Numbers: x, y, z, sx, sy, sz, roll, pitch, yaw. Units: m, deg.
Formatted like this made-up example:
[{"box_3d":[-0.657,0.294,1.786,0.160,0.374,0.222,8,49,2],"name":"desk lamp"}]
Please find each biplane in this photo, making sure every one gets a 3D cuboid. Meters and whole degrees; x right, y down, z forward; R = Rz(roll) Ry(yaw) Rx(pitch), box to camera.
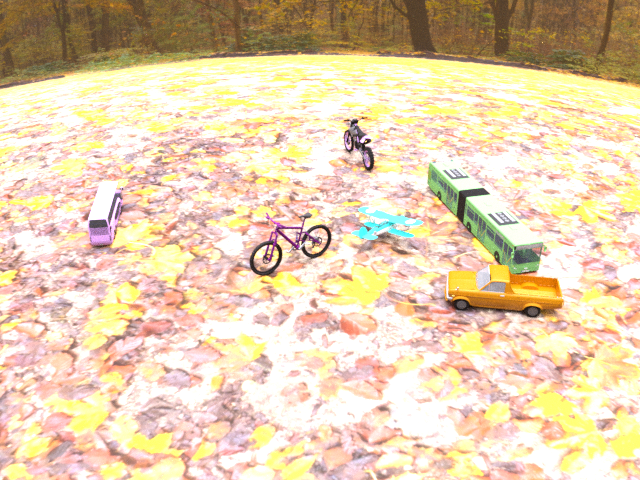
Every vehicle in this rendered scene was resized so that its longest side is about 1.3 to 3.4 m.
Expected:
[{"box_3d":[1.011,-0.214,11.370,1.090,0.504,1.336,-23,37,-36],"name":"biplane"}]

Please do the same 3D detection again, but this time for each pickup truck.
[{"box_3d":[2.560,0.666,9.773,1.603,0.511,0.640,5,29,8],"name":"pickup truck"}]

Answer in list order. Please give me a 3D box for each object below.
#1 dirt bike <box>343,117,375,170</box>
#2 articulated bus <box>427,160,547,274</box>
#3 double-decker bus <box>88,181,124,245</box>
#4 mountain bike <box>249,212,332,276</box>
[{"box_3d":[0.779,-2.026,14.282,0.527,0.857,1.493,-10,30,-17],"name":"dirt bike"},{"box_3d":[2.676,-0.494,11.818,0.605,0.561,3.401,-7,30,-13],"name":"articulated bus"},{"box_3d":[-3.607,-0.489,11.829,0.389,0.541,1.672,-4,29,-7],"name":"double-decker bus"},{"box_3d":[-0.430,0.009,10.591,1.469,0.868,0.573,-19,34,-30],"name":"mountain bike"}]
